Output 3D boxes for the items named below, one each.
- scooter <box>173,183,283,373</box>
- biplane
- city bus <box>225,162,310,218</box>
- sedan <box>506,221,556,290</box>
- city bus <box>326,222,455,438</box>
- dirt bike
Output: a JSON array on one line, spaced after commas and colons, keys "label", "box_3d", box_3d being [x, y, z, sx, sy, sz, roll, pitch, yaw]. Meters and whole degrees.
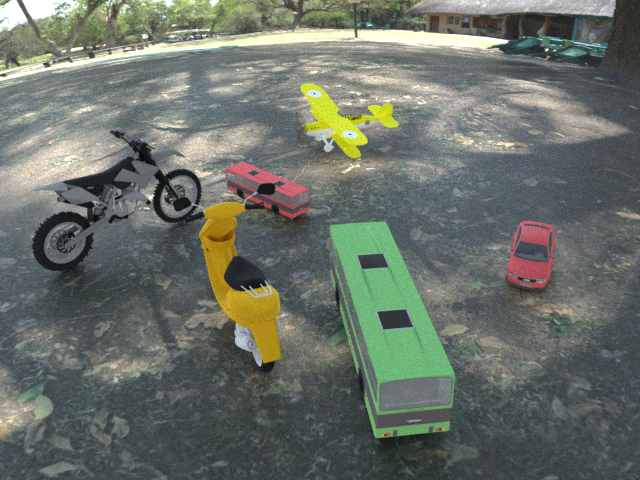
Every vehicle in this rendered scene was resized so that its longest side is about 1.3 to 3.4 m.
[{"label": "scooter", "box_3d": [-1.039, 0.318, 8.702, 1.288, 1.786, 2.721, -12, 32, -19]}, {"label": "biplane", "box_3d": [0.531, -2.331, 14.041, 2.120, 0.981, 2.598, -12, 32, -20]}, {"label": "city bus", "box_3d": [-0.919, -0.854, 12.026, 1.674, 0.460, 0.476, 25, 39, 36]}, {"label": "sedan", "box_3d": [3.110, 0.163, 10.260, 0.635, 0.483, 1.613, 10, 32, 17]}, {"label": "city bus", "box_3d": [0.745, 0.949, 8.505, 0.926, 0.894, 3.255, -4, 30, -7]}, {"label": "dirt bike", "box_3d": [-3.003, -0.670, 10.513, 1.024, 1.666, 2.903, 26, 39, 37]}]
